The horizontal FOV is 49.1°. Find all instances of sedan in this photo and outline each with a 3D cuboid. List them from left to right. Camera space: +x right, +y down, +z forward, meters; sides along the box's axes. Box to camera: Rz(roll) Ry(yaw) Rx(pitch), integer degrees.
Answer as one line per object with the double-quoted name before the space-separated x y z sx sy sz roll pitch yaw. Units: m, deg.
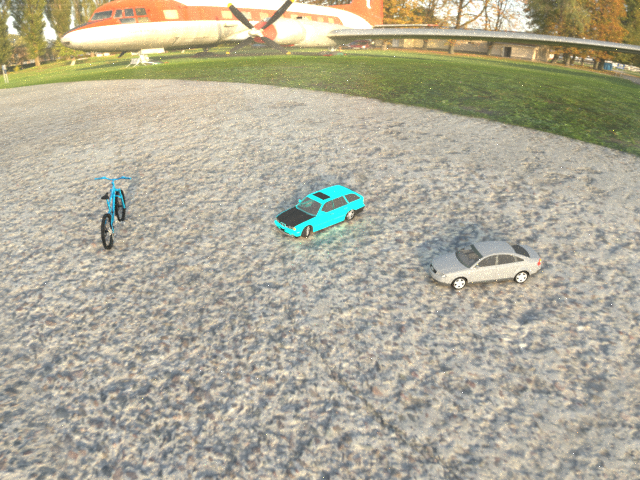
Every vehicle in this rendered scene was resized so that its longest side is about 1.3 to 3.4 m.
"sedan" 2.350 0.309 10.001 1.613 0.483 0.635 -5 29 -10

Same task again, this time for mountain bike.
"mountain bike" -3.274 -0.480 11.067 0.573 0.868 1.469 -1 28 -2

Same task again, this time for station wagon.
"station wagon" -0.004 -0.509 11.538 1.597 0.473 0.682 -22 35 -35
